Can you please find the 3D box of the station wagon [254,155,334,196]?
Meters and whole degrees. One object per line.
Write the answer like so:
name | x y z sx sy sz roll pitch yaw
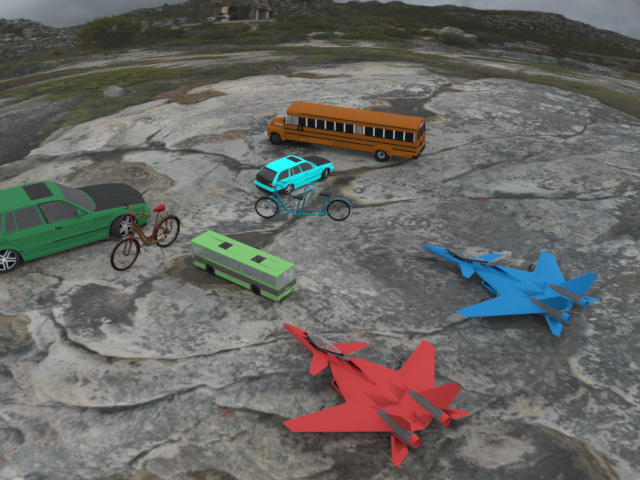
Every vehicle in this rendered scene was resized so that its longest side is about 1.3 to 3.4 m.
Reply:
station wagon | -0.453 -1.292 12.967 1.597 0.473 0.682 -26 39 -37

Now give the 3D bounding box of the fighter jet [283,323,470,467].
fighter jet | 0.373 1.441 8.148 2.229 0.557 2.640 -23 37 -34

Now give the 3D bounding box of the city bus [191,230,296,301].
city bus | -1.121 0.370 10.100 1.674 0.460 0.476 20 36 31

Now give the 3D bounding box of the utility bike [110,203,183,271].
utility bike | -2.561 -0.132 10.484 0.535 0.946 1.435 20 35 30

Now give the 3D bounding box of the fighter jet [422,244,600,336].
fighter jet | 2.509 0.397 9.956 2.229 0.557 2.640 -26 39 -38

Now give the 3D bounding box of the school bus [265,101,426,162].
school bus | 0.462 -2.238 14.236 3.322 0.844 0.709 11 32 19

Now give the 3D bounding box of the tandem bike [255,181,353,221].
tandem bike | -0.274 -0.636 11.622 1.642 0.682 0.283 2 30 3

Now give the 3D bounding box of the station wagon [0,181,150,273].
station wagon | -4.253 -0.381 10.942 3.105 0.920 1.327 -18 35 -29
